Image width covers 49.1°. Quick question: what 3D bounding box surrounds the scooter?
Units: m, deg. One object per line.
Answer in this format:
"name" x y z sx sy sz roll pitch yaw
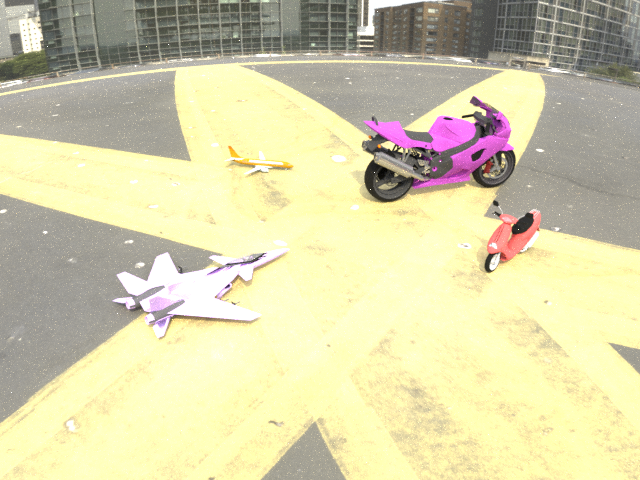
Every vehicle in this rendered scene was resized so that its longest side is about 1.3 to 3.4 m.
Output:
"scooter" 2.866 -0.125 10.303 1.399 0.919 0.662 -25 37 -38

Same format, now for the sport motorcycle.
"sport motorcycle" 2.128 -1.536 12.190 2.955 1.596 0.983 -8 30 -15

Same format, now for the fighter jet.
"fighter jet" -1.424 0.415 9.686 2.640 0.557 2.229 -24 37 -37

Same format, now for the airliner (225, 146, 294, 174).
"airliner" -1.152 -1.575 13.484 1.307 0.429 1.161 5 29 9
